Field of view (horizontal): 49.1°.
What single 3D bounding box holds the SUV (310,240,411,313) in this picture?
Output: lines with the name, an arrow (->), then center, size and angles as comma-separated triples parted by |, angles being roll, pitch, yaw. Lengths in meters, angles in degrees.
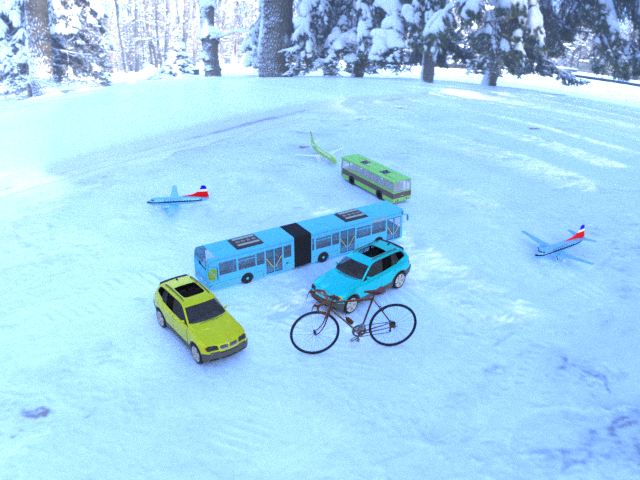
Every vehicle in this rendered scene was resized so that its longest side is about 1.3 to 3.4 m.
SUV -> 0.575, 0.456, 9.608 | 1.572, 0.580, 0.656 | -22, 33, -38

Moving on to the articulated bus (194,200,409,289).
articulated bus -> -0.207, 0.034, 10.512 | 3.401, 0.561, 0.605 | -15, 29, -28

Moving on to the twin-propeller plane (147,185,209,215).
twin-propeller plane -> -2.505, -0.751, 12.332 | 1.095, 0.407, 1.370 | -3, 26, -7

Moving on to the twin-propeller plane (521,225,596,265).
twin-propeller plane -> 3.664, 0.054, 10.650 | 1.095, 0.407, 1.370 | -15, 29, -29

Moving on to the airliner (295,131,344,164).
airliner -> 0.061, -1.933, 14.778 | 1.161, 0.429, 1.307 | -12, 28, -23

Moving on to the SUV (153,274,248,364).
SUV -> -1.504, 0.927, 8.623 | 0.656, 0.580, 1.572 | -18, 31, -32

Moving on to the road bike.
road bike -> 0.407, 0.943, 8.274 | 1.545, 0.852, 0.358 | -4, 26, -9

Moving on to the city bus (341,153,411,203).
city bus -> 1.023, -1.149, 13.104 | 0.476, 0.460, 1.674 | -15, 29, -29
